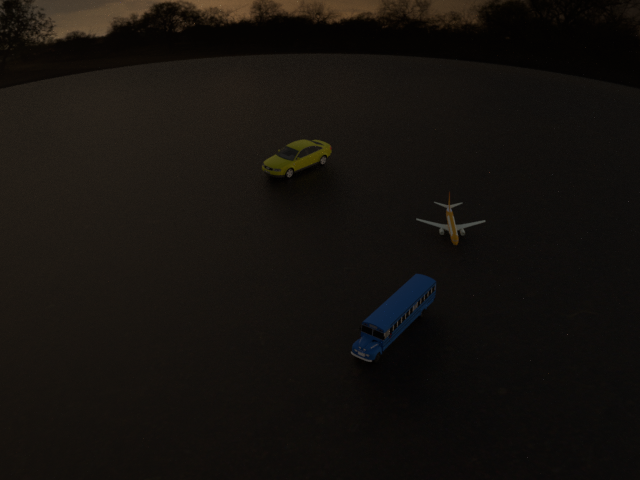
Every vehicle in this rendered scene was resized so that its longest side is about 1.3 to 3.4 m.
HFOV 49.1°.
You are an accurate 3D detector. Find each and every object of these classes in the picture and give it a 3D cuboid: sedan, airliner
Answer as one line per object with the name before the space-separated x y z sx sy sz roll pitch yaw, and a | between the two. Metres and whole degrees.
sedan | -0.459 -1.684 14.036 0.635 0.483 1.613 26 39 38
airliner | 2.214 -0.349 11.722 1.161 0.429 1.307 2 29 3

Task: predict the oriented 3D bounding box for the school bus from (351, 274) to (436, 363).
school bus | 0.995 1.020 9.287 0.365 0.434 1.708 19 35 30
